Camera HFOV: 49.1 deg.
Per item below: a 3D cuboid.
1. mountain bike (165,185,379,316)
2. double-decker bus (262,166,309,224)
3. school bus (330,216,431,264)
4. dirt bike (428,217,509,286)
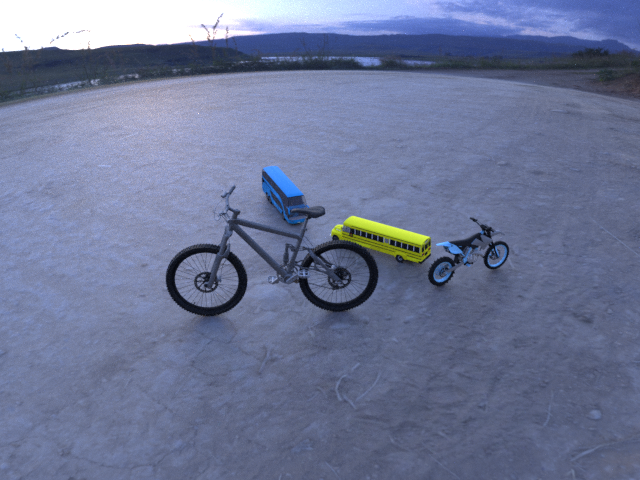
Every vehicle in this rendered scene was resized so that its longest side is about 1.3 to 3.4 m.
[{"bbox_3d":[-0.633,0.248,9.293,2.857,1.688,1.114,-2,27,-3],"label":"mountain bike"},{"bbox_3d":[-0.652,-0.812,12.633,0.389,0.541,1.672,-10,29,-19],"label":"double-decker bus"},{"bbox_3d":[0.936,-0.026,11.208,1.708,0.434,0.365,17,32,30],"label":"school bus"},{"bbox_3d":[2.230,0.171,10.357,1.493,0.857,0.527,-14,30,-25],"label":"dirt bike"}]
